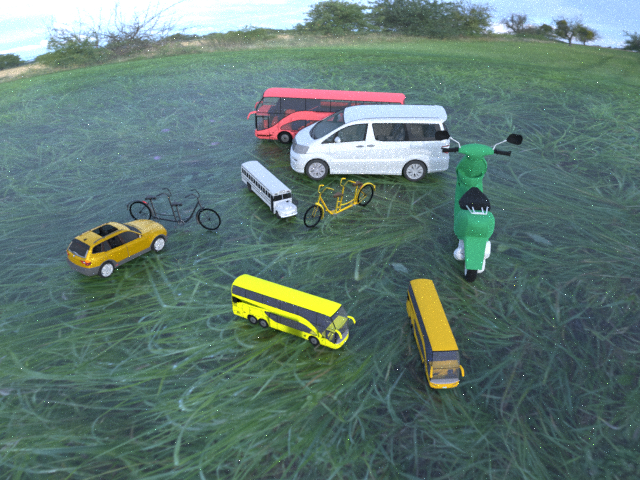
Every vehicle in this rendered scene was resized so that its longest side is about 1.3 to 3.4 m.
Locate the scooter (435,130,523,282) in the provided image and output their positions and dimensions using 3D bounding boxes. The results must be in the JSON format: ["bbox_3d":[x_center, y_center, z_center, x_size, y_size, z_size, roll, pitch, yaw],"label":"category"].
[{"bbox_3d":[2.308,-0.664,10.539,1.288,1.786,2.721,4,30,7],"label":"scooter"}]

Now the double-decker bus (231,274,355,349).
[{"bbox_3d":[-0.377,0.921,9.007,1.672,0.541,0.389,15,33,25],"label":"double-decker bus"}]

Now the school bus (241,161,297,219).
[{"bbox_3d":[-0.903,-0.893,12.311,0.365,0.434,1.708,-15,33,-24],"label":"school bus"}]

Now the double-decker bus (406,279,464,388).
[{"bbox_3d":[1.379,1.138,8.625,0.389,0.541,1.672,-2,30,-3],"label":"double-decker bus"}]

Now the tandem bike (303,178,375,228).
[{"bbox_3d":[0.350,-0.708,11.735,1.642,0.682,0.283,-24,37,-35],"label":"tandem bike"}]

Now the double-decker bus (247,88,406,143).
[{"bbox_3d":[0.148,-2.569,14.639,3.251,1.052,0.756,4,30,7],"label":"double-decker bus"}]

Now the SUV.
[{"bbox_3d":[-3.038,0.025,10.547,0.656,0.580,1.572,22,36,33],"label":"SUV"}]

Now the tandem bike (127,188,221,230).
[{"bbox_3d":[-2.401,-0.523,11.409,1.642,0.682,0.283,6,30,11],"label":"tandem bike"}]

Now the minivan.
[{"bbox_3d":[0.934,-1.896,13.306,3.011,1.197,1.324,1,30,1],"label":"minivan"}]
